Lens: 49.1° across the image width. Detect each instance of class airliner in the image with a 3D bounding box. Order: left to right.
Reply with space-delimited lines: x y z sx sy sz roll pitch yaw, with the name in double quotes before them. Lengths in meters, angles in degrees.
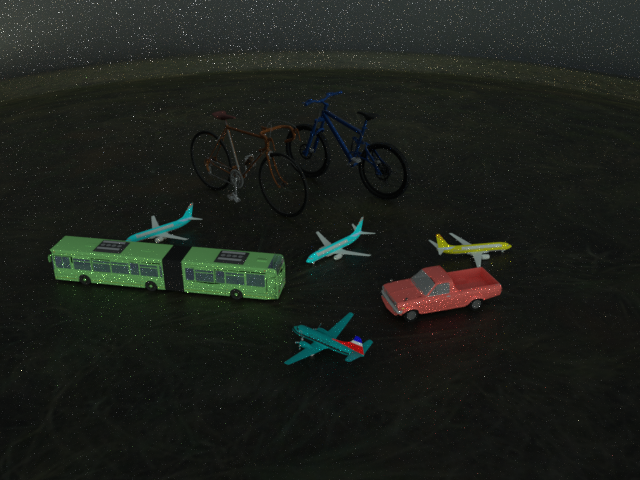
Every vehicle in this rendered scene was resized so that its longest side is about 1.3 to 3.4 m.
"airliner" -2.617 -0.252 11.497 1.307 0.429 1.161 -20 33 -35
"airliner" 0.256 0.015 10.969 1.307 0.429 1.161 -24 36 -39
"airliner" 2.391 0.048 10.904 1.307 0.429 1.161 -5 27 -10

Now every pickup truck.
"pickup truck" 1.664 0.661 9.600 1.603 0.511 0.640 -8 28 -15

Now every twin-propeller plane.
"twin-propeller plane" 0.087 1.206 8.638 1.095 0.407 1.370 19 32 32

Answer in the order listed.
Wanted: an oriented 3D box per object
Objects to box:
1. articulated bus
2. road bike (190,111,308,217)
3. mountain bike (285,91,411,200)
"articulated bus" -2.210 0.391 10.078 3.401 0.561 0.605 5 27 9
"road bike" -1.340 -1.434 12.475 3.004 1.656 0.697 21 34 35
"mountain bike" 0.464 -1.767 13.097 2.857 1.688 1.114 19 33 33
